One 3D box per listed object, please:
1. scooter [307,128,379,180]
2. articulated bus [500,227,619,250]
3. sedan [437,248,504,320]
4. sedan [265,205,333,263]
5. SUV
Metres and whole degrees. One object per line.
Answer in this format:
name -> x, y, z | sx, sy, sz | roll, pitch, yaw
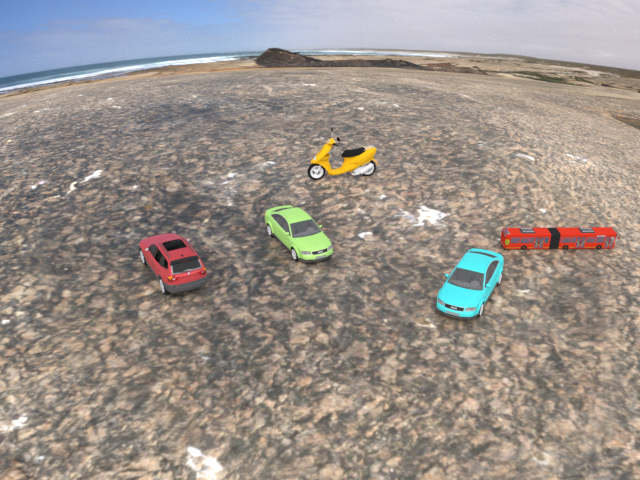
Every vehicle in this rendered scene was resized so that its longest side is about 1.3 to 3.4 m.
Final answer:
scooter -> 0.449, -1.615, 13.336 | 1.399, 0.919, 0.662 | -5, 27, -10
articulated bus -> 3.719, -0.027, 10.906 | 1.749, 0.289, 0.311 | 0, 27, -1
sedan -> 2.075, 0.536, 9.583 | 0.635, 0.483, 1.613 | 13, 30, 24
sedan -> -0.347, -0.159, 10.952 | 0.635, 0.483, 1.613 | -13, 30, -24
SUV -> -2.127, 0.239, 10.060 | 0.656, 0.580, 1.572 | -14, 30, -25
